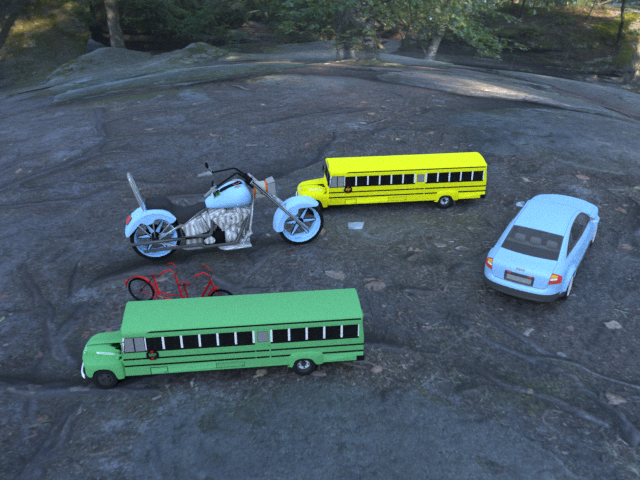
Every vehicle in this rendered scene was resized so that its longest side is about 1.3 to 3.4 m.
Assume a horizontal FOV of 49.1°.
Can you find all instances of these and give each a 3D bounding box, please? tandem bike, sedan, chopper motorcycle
[{"bbox_3d":[-1.895,0.634,9.454,1.642,0.682,0.283,7,29,13],"label":"tandem bike"},{"bbox_3d":[3.421,-0.097,10.534,1.235,0.940,3.137,15,32,26],"label":"sedan"},{"bbox_3d":[-1.429,-0.475,10.666,3.040,1.480,0.906,-8,29,-14],"label":"chopper motorcycle"}]

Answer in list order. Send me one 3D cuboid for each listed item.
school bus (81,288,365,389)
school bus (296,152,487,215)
[{"bbox_3d":[-1.152,1.141,8.347,3.322,0.844,0.709,-3,29,-6],"label":"school bus"},{"bbox_3d":[1.234,-1.029,12.359,3.322,0.844,0.709,-3,29,-6],"label":"school bus"}]
